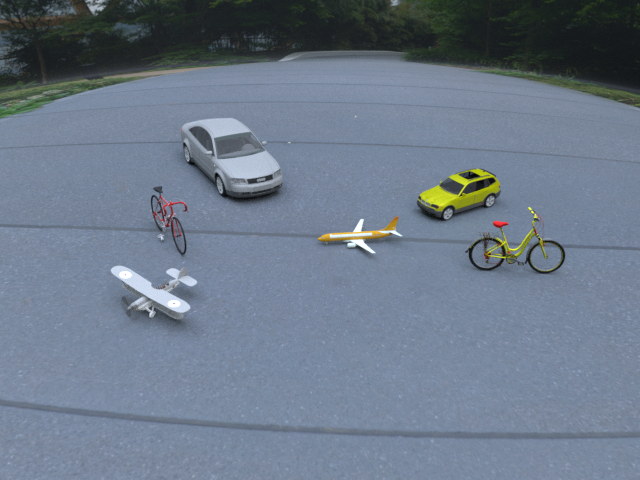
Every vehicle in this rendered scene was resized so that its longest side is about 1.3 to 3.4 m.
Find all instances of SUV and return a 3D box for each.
[{"bbox_3d":[2.428,-0.833,12.175,1.572,0.580,0.656,-16,32,-28],"label":"SUV"}]

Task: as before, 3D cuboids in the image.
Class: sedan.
[{"bbox_3d":[-1.749,-1.727,13.476,1.235,0.940,3.137,-14,31,-25],"label":"sedan"}]

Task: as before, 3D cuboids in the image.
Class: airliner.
[{"bbox_3d":[0.612,-0.149,11.045,1.307,0.429,1.161,-3,28,-5],"label":"airliner"}]

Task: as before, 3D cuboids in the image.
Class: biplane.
[{"bbox_3d":[-2.142,0.699,9.365,1.336,0.504,1.090,18,33,30],"label":"biplane"}]

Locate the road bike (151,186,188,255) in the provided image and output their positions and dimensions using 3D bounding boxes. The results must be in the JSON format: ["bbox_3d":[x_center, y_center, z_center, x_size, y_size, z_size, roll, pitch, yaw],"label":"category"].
[{"bbox_3d":[-2.406,-0.367,11.006,0.358,0.852,1.545,-16,32,-27],"label":"road bike"}]

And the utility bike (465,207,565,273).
[{"bbox_3d":[2.851,0.015,10.185,1.435,0.946,0.535,3,28,5],"label":"utility bike"}]
